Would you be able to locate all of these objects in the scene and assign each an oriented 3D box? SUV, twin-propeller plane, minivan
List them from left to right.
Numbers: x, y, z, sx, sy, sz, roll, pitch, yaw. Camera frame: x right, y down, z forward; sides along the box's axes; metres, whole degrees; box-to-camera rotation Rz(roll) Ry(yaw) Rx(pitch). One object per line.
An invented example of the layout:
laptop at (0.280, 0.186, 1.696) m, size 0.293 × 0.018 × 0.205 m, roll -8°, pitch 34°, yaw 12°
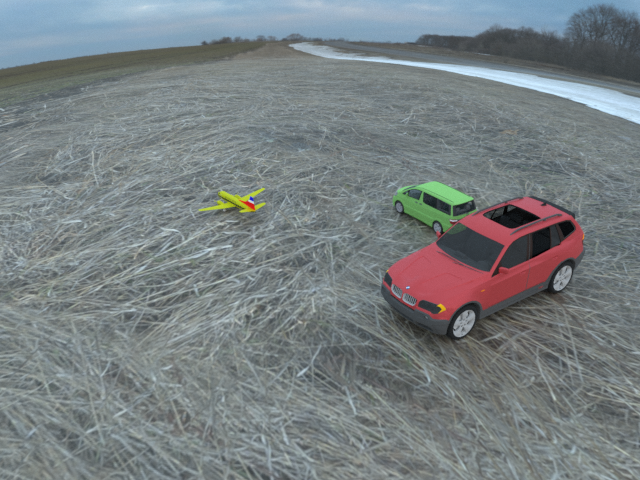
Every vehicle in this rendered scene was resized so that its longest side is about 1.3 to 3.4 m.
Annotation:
twin-propeller plane at (-1.433, -0.695, 11.931) m, size 1.370 × 0.407 × 1.095 m, roll -23°, pitch 35°, yaw -36°
minivan at (1.863, -0.613, 11.555) m, size 0.681 × 0.616 × 1.548 m, roll -18°, pitch 33°, yaw -30°
SUV at (2.245, 0.249, 9.390) m, size 3.058 × 1.128 × 1.276 m, roll -18°, pitch 33°, yaw -30°
